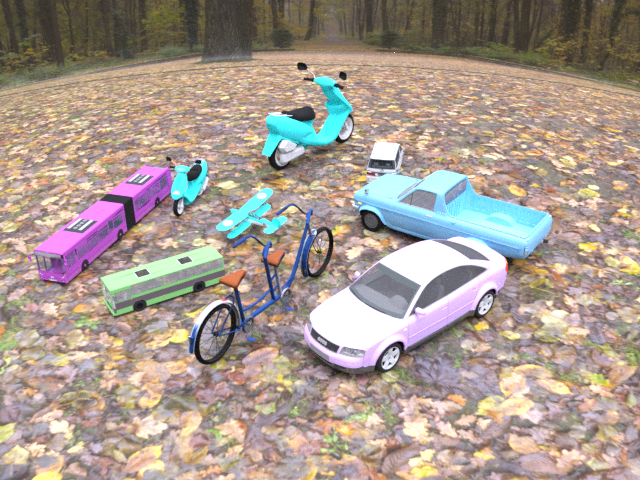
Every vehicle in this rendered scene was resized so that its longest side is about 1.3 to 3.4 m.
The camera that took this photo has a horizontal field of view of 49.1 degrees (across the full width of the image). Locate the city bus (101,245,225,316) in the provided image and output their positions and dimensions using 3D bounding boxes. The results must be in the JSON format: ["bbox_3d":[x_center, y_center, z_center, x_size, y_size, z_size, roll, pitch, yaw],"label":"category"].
[{"bbox_3d":[-2.179,0.572,9.842,1.674,0.460,0.476,-18,33,-29],"label":"city bus"}]

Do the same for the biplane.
[{"bbox_3d":[-1.086,-0.339,11.457,1.090,0.504,1.336,18,33,29],"label":"biplane"}]

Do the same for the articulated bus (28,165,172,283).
[{"bbox_3d":[-3.420,-0.368,11.451,0.605,0.561,3.401,8,30,14],"label":"articulated bus"}]

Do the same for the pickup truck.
[{"bbox_3d":[2.059,-0.489,11.223,3.117,0.993,1.244,19,34,31],"label":"pickup truck"}]

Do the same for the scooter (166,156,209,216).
[{"bbox_3d":[-2.305,-1.077,12.373,0.662,0.919,1.399,7,30,13],"label":"scooter"}]

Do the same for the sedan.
[{"bbox_3d":[1.180,0.687,9.133,3.137,0.940,1.235,-22,36,-35],"label":"sedan"}]

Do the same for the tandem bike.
[{"bbox_3d":[-0.662,0.434,9.193,0.550,1.326,3.192,17,33,28],"label":"tandem bike"}]

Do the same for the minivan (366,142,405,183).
[{"bbox_3d":[1.273,-1.561,13.571,0.681,0.616,1.548,5,29,10],"label":"minivan"}]

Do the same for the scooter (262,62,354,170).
[{"bbox_3d":[-0.167,-2.539,14.136,1.288,1.786,2.721,22,36,35],"label":"scooter"}]
